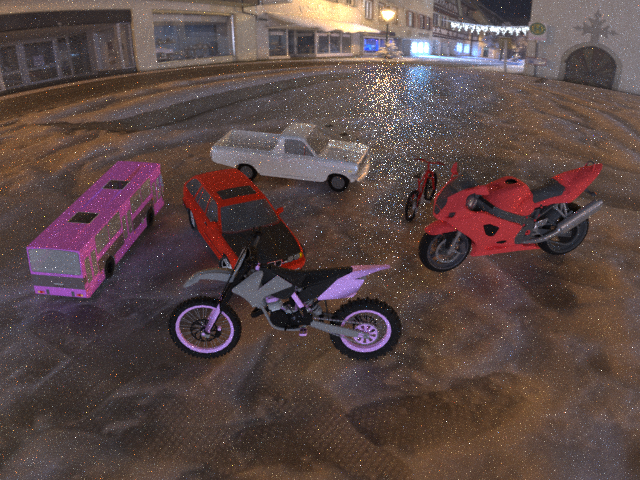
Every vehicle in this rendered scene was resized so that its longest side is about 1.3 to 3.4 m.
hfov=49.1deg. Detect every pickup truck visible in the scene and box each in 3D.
[{"bbox_3d":[-0.570,-1.764,13.942,3.117,0.993,1.244,8,29,14],"label":"pickup truck"}]

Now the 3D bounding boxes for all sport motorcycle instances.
[{"bbox_3d":[2.911,-0.363,10.729,2.955,1.596,0.983,-8,29,-14],"label":"sport motorcycle"}]

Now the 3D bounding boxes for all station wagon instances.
[{"bbox_3d":[-1.311,-0.344,11.402,1.327,0.920,3.105,-13,31,-22],"label":"station wagon"}]

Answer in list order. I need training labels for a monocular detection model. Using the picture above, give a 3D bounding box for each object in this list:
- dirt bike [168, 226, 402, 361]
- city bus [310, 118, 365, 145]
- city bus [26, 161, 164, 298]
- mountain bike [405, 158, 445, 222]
[{"bbox_3d":[-0.436,0.786,8.538,2.903,1.666,1.024,0,28,0],"label":"dirt bike"},{"bbox_3d":[0.356,-2.179,15.266,0.476,0.460,1.674,-15,32,-26],"label":"city bus"},{"bbox_3d":[-3.445,-0.238,11.234,0.926,0.894,3.255,4,29,8],"label":"city bus"},{"bbox_3d":[1.833,-0.923,12.523,0.573,0.868,1.469,14,32,25],"label":"mountain bike"}]
